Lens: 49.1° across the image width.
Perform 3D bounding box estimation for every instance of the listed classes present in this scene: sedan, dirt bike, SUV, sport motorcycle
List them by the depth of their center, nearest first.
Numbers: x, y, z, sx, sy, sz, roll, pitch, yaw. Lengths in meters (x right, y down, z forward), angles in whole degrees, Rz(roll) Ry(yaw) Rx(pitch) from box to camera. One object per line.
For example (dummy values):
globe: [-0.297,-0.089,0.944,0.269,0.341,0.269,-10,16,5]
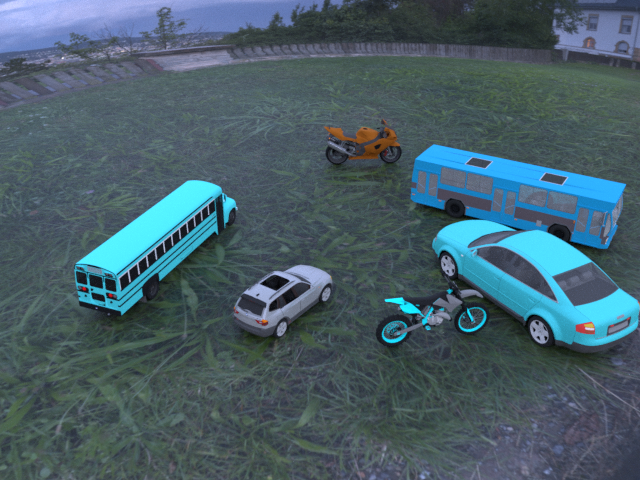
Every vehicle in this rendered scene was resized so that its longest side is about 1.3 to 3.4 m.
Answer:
dirt bike: [1.409,0.882,8.609,1.493,0.857,0.527,-7,30,-12]
SUV: [-0.463,0.707,9.203,0.656,0.580,1.572,20,35,31]
sedan: [2.767,0.386,9.406,1.235,0.940,3.137,-16,33,-26]
sport motorcycle: [0.834,-1.858,13.522,1.520,0.821,0.506,-1,29,-2]

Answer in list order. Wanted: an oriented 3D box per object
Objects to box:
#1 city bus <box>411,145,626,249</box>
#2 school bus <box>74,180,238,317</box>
city bus: [3.142,-0.719,11.420,3.255,0.894,0.926,17,33,27]
school bus: [-2.237,-0.052,10.285,0.709,0.844,3.322,11,31,19]
